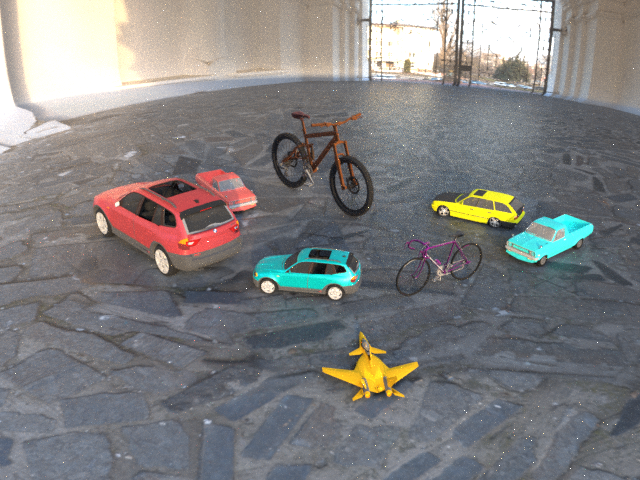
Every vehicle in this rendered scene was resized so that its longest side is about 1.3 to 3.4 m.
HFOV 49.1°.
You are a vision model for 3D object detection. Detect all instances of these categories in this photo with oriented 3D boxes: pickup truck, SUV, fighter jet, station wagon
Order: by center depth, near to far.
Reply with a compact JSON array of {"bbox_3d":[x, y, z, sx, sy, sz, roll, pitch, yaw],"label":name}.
[{"bbox_3d":[0.589,1.396,8.375,1.147,0.286,1.358,-3,26,-5],"label":"fighter jet"},{"bbox_3d":[-0.180,0.429,10.040,1.572,0.580,0.656,5,26,10],"label":"SUV"},{"bbox_3d":[3.675,-0.074,11.161,1.603,0.511,0.640,-19,32,-34],"label":"pickup truck"},{"bbox_3d":[-2.506,-0.426,11.180,1.276,1.128,3.058,-22,33,-38],"label":"SUV"},{"bbox_3d":[2.773,-0.625,12.344,1.597,0.473,0.682,14,29,27],"label":"station wagon"},{"bbox_3d":[-1.767,-0.978,13.032,0.640,0.511,1.603,-15,29,-28],"label":"pickup truck"}]

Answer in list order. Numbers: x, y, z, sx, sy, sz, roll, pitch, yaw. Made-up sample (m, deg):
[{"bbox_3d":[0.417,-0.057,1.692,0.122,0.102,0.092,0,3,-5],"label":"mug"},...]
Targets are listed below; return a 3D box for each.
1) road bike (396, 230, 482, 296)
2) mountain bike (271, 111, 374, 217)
[{"bbox_3d":[1.727,0.302,9.991,1.545,0.852,0.358,-14,29,-26],"label":"road bike"},{"bbox_3d":[-0.027,-1.506,12.772,1.114,1.688,2.857,-20,32,-35],"label":"mountain bike"}]
